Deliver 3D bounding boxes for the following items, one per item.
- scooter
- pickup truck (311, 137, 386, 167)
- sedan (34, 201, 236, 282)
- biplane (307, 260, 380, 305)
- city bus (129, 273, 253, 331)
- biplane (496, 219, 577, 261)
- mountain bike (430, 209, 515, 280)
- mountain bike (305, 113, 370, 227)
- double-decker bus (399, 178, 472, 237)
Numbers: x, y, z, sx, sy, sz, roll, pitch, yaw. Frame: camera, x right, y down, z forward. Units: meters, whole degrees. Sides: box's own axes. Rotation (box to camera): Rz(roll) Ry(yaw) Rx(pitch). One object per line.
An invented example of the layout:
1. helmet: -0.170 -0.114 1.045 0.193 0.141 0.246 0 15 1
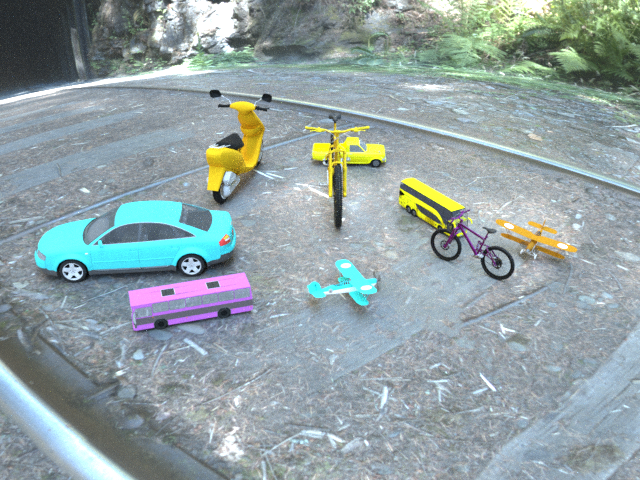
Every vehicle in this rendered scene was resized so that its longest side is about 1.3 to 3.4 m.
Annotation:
1. scooter: -1.617 -1.938 13.704 1.288 1.786 2.721 7 29 13
2. pickup truck: 0.620 -1.904 14.985 1.603 0.511 0.640 1 28 2
3. sedan: -2.916 -0.062 11.118 3.137 0.940 1.235 -3 28 -5
4. biplane: 0.357 0.672 10.214 1.090 0.504 1.336 -8 29 -15
5. city bus: -1.814 0.879 9.877 1.674 0.460 0.476 -9 30 -16
6. biplane: 3.561 -0.015 11.488 1.336 0.504 1.090 15 32 26
7. mountain bike: 2.377 0.077 10.934 1.469 0.868 0.573 22 35 34
8. mountain bike: 0.288 -1.452 12.907 1.114 1.688 2.857 -1 28 -1
9. double-decker bus: 2.017 -0.573 12.485 0.389 0.541 1.672 -15 32 -26
